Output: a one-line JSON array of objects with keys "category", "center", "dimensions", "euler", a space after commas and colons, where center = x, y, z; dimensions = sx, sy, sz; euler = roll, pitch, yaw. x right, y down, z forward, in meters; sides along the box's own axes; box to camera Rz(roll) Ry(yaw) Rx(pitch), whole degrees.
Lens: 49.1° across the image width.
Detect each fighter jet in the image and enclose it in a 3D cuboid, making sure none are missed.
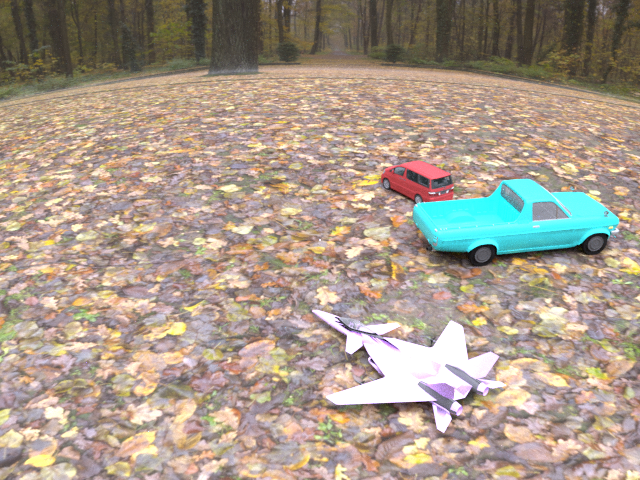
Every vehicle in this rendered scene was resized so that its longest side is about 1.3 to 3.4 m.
[{"category": "fighter jet", "center": [0.799, 1.219, 8.364], "dimensions": [2.229, 0.557, 2.640], "euler": [-23, 34, -37]}]

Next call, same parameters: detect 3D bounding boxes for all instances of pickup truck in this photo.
[{"category": "pickup truck", "center": [3.071, -0.362, 11.021], "dimensions": [3.117, 0.993, 1.244], "euler": [-5, 27, -10]}]

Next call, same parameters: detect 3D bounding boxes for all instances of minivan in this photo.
[{"category": "minivan", "center": [1.773, -1.122, 12.954], "dimensions": [0.681, 0.616, 1.548], "euler": [-16, 31, -29]}]
